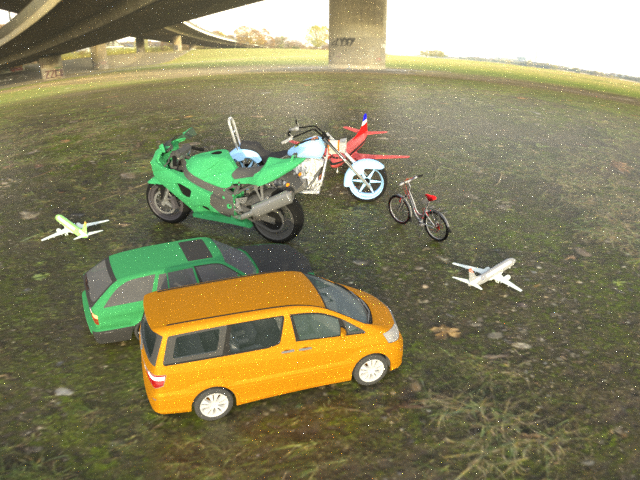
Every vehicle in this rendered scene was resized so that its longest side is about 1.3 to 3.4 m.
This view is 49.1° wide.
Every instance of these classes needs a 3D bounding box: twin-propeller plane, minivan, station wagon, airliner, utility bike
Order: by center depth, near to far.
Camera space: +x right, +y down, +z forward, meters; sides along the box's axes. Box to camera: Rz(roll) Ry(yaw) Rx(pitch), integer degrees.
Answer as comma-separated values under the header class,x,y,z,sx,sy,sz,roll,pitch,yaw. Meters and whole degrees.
class,x,y,z,sx,sy,sz,roll,pitch,yaw
minivan,-0.514,1.058,8.012,3.011,1.197,1.324,-9,28,-17
station wagon,-1.575,0.515,9.413,3.105,0.920,1.327,-11,28,-21
airliner,2.510,0.398,10.198,1.307,0.429,1.161,-24,35,-39
utility bike,1.590,-0.527,11.477,0.535,0.946,1.435,-20,33,-34
airliner,-4.120,-0.299,11.598,1.161,0.429,1.307,-22,34,-37
twin-propeller plane,0.644,-2.027,14.661,2.663,0.792,2.129,10,28,20

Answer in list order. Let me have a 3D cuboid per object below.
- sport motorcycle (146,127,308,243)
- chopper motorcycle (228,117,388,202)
class,x,y,z,sx,sy,sz,roll,pitch,yaw
sport motorcycle,-1.588,-0.851,11.396,2.955,1.596,0.983,10,28,19
chopper motorcycle,-0.281,-1.473,12.777,3.040,1.480,0.906,3,27,7
